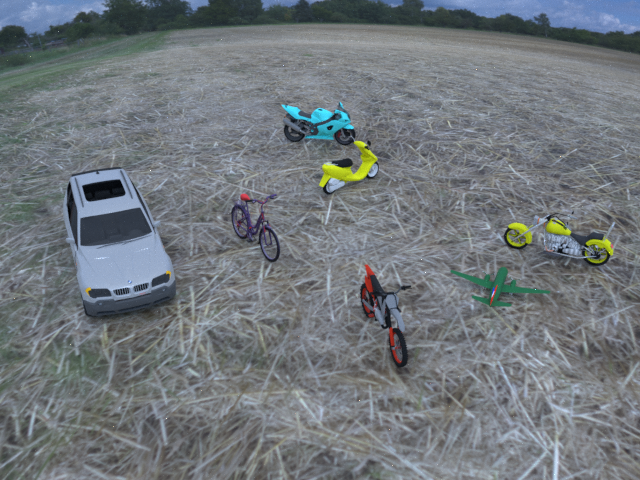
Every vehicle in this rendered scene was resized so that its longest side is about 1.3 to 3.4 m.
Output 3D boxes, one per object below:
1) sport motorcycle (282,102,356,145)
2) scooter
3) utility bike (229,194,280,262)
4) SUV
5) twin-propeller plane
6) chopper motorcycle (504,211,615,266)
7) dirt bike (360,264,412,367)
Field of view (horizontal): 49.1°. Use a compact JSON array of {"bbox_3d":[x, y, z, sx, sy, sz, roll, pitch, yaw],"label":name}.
[{"bbox_3d":[-0.026,-2.350,14.191,1.520,0.821,0.506,5,31,9],"label":"sport motorcycle"},{"bbox_3d":[0.546,-1.370,12.419,1.399,0.919,0.662,-23,37,-34],"label":"scooter"},{"bbox_3d":[-0.964,-0.309,10.579,0.535,0.946,1.435,-20,36,-30],"label":"utility bike"},{"bbox_3d":[-2.962,-0.087,10.018,1.276,1.128,3.058,-12,32,-20],"label":"SUV"},{"bbox_3d":[2.437,0.590,9.575,1.370,0.407,1.095,12,32,20],"label":"twin-propeller plane"},{"bbox_3d":[3.542,-0.082,10.373,1.563,0.761,0.466,15,33,24],"label":"chopper motorcycle"},{"bbox_3d":[0.790,0.867,8.656,0.527,0.857,1.493,-9,31,-14],"label":"dirt bike"}]
